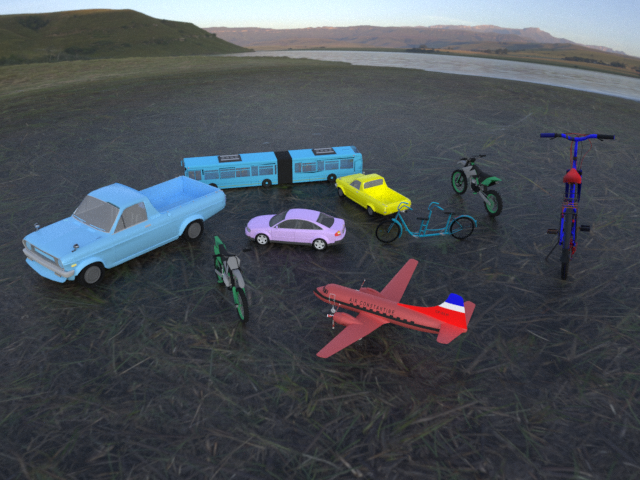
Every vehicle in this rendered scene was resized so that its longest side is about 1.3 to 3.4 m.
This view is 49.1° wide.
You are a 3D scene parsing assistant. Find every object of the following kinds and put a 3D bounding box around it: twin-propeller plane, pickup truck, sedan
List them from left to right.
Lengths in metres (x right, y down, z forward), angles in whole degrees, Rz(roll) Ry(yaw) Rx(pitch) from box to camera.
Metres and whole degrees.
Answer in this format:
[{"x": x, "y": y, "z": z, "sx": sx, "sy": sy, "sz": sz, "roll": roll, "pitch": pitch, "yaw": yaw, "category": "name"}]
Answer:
[{"x": -2.925, "y": -0.321, "z": 10.781, "sx": 1.244, "sy": 0.993, "sz": 3.117, "roll": 21, "pitch": 34, "yaw": 35, "category": "pickup truck"}, {"x": -0.396, "y": -0.220, "z": 11.145, "sx": 1.613, "sy": 0.483, "sz": 0.635, "roll": 5, "pitch": 27, "yaw": 9, "category": "sedan"}, {"x": 0.913, "y": -0.854, "z": 12.368, "sx": 0.640, "sy": 0.511, "sz": 1.603, "roll": -15, "pitch": 31, "yaw": -27, "category": "pickup truck"}, {"x": 0.835, "y": 0.791, "z": 8.808, "sx": 2.129, "sy": 0.792, "sz": 2.663, "roll": 15, "pitch": 30, "yaw": 27, "category": "twin-propeller plane"}]

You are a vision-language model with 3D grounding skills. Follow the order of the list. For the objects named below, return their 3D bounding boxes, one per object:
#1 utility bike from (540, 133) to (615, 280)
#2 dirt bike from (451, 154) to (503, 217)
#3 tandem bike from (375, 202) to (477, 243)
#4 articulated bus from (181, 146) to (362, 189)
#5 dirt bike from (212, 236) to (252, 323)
[{"x": 3.691, "y": -0.645, "z": 10.485, "sx": 1.039, "sy": 1.839, "sz": 2.791, "roll": 10, "pitch": 28, "yaw": 18, "category": "utility bike"}, {"x": 2.746, "y": -1.013, "z": 12.298, "sx": 0.527, "sy": 0.857, "sz": 1.493, "roll": -11, "pitch": 29, "yaw": -21, "category": "dirt bike"}, {"x": 1.689, "y": -0.285, "z": 11.055, "sx": 1.642, "sy": 0.682, "sz": 0.283, "roll": -3, "pitch": 27, "yaw": -6, "category": "tandem bike"}, {"x": -0.895, "y": -1.366, "z": 13.322, "sx": 3.401, "sy": 0.561, "sz": 0.605, "roll": -6, "pitch": 27, "yaw": -11, "category": "articulated bus"}, {"x": -1.201, "y": 0.461, "z": 9.388, "sx": 0.527, "sy": 0.857, "sz": 1.493, "roll": -11, "pitch": 29, "yaw": -20, "category": "dirt bike"}]
